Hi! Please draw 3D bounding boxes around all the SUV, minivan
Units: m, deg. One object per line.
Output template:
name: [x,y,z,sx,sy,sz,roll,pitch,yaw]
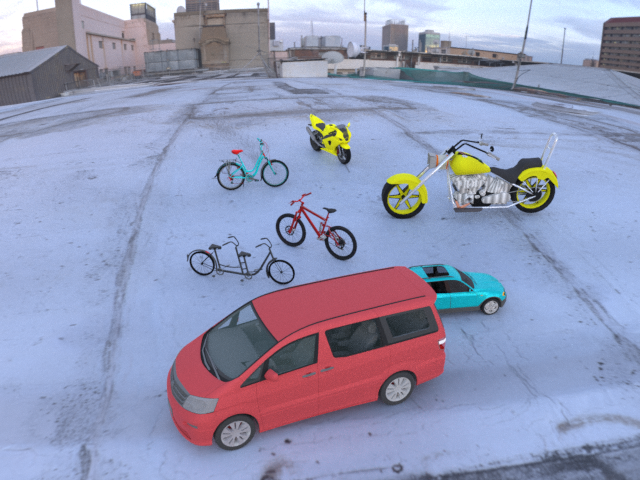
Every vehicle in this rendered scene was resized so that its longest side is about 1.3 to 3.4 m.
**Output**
SUV: [1.711,0.649,9.387,1.572,0.580,0.656,-4,26,-9]
minivan: [-0.146,1.183,7.556,3.011,1.197,1.324,-10,27,-20]

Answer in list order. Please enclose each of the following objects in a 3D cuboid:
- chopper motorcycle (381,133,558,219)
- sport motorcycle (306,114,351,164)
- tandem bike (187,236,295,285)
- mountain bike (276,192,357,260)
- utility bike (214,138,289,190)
chopper motorcycle: [2.592,-1.105,12.012,3.040,1.480,0.906,-1,26,-2]
sport motorcycle: [0.211,-2.179,15.022,0.506,0.821,1.520,-15,30,-29]
tandem bike: [-1.154,0.272,10.058,1.642,0.682,0.283,6,26,12]
mountain bike: [-0.074,-0.196,10.820,1.469,0.868,0.573,15,29,28]
utility bike: [-1.314,-1.449,13.350,1.435,0.946,0.535,-5,26,-10]
